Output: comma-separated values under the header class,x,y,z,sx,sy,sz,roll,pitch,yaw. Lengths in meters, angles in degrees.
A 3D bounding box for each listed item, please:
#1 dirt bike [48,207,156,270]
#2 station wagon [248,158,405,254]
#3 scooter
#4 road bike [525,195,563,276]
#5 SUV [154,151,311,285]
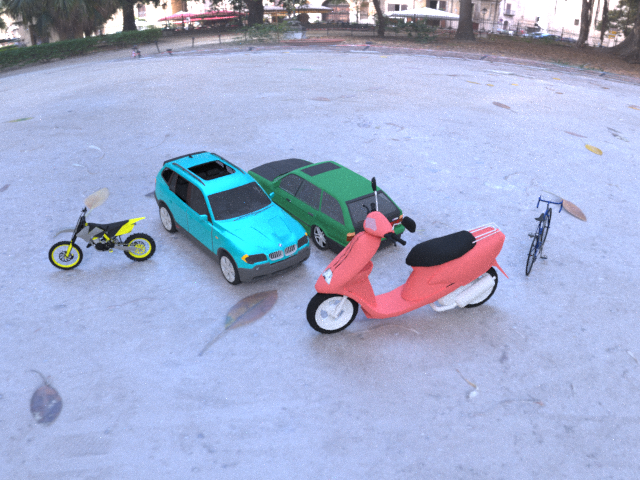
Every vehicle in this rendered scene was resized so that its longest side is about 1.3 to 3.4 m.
class,x,y,z,sx,sy,sz,roll,pitch,yaw
dirt bike,-3.129,0.001,10.000,1.493,0.857,0.527,-7,30,-12
station wagon,-0.028,-0.758,11.271,1.327,0.920,3.105,-20,35,-31
scooter,1.134,0.236,8.644,2.721,1.786,1.288,-8,31,-15
road bike,3.210,-0.100,10.183,0.358,0.852,1.545,14,33,24
SUV,-1.402,-0.443,10.506,1.276,1.128,3.058,-21,36,-32
